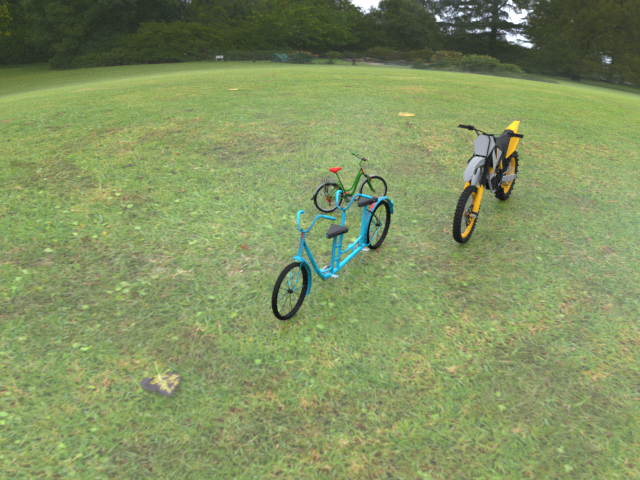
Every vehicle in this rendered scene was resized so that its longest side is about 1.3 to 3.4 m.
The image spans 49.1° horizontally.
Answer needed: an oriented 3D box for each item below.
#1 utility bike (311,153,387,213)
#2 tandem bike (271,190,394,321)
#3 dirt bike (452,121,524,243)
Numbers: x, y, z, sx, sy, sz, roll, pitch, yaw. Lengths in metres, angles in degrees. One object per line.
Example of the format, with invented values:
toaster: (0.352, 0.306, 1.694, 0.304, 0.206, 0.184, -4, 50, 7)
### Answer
utility bike: (0.491, -0.992, 11.998, 1.435, 0.946, 0.535, -10, 28, -19)
tandem bike: (0.276, -0.044, 9.688, 0.550, 1.326, 3.192, 16, 31, 29)
dirt bike: (2.792, -1.099, 11.408, 1.024, 1.666, 2.903, 15, 30, 27)
